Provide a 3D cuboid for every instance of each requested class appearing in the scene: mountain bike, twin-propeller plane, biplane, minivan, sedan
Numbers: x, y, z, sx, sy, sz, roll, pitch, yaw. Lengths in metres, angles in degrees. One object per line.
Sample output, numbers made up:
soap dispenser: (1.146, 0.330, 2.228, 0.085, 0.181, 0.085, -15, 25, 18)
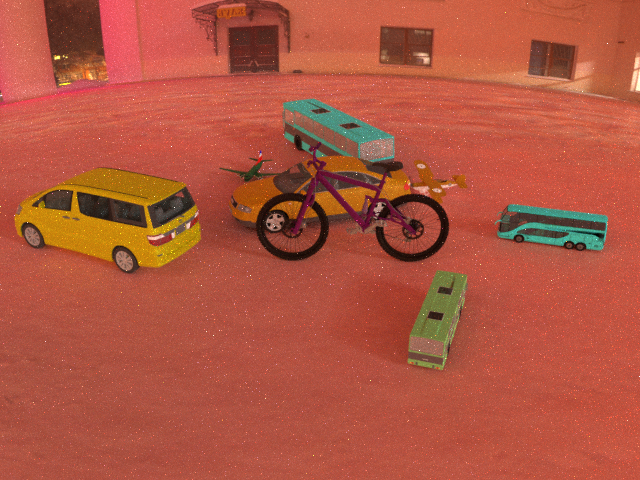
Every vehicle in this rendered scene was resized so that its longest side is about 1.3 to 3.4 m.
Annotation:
mountain bike: (0.476, -0.454, 10.228, 2.857, 1.688, 1.114, 1, 26, 1)
twin-propeller plane: (-1.288, -1.410, 13.655, 1.370, 0.407, 1.095, 6, 27, 12)
biplane: (2.135, -1.009, 12.719, 1.090, 0.504, 1.336, -5, 26, -10)
minivan: (-3.339, -0.430, 10.740, 3.011, 1.197, 1.324, 12, 29, 24)
sedan: (0.006, -0.874, 11.946, 3.137, 0.940, 1.235, -7, 27, -14)

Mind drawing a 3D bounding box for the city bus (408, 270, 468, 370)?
city bus: (1.482, 0.974, 8.697, 0.476, 0.460, 1.674, 9, 27, 17)

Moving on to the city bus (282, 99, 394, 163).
city bus: (0.297, -2.091, 14.496, 0.926, 0.894, 3.255, -13, 29, -26)

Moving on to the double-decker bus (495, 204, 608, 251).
double-decker bus: (3.619, -0.206, 11.029, 1.672, 0.541, 0.389, 8, 27, 16)
